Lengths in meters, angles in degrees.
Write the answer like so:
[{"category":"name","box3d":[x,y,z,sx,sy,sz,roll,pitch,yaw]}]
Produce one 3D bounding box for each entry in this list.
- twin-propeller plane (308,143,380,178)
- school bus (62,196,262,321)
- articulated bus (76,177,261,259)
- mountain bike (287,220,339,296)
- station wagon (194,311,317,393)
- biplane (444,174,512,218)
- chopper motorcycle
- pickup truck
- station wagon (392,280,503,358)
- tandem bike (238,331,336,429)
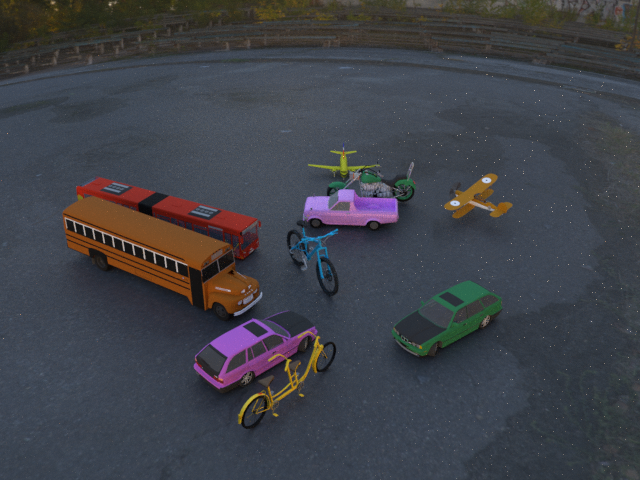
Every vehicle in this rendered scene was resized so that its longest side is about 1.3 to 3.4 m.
[{"category":"twin-propeller plane","box3d":[0.457,-1.507,13.465,1.370,0.407,1.095,0,30,1]},{"category":"school bus","box3d":[-2.300,0.207,10.046,3.322,0.844,0.709,18,34,28]},{"category":"articulated bus","box3d":[-2.516,-0.395,11.378,3.401,0.561,0.605,15,33,24]},{"category":"mountain bike","box3d":[-0.128,0.182,10.065,0.573,0.868,1.469,-16,33,-25]},{"category":"station wagon","box3d":[-0.753,1.262,8.582,1.597,0.473,0.682,-25,38,-37]},{"category":"biplane","box3d":[2.686,-0.641,11.862,1.336,0.504,1.090,-26,39,-37]},{"category":"chopper motorcycle","box3d":[0.901,-0.993,12.217,1.563,0.761,0.466,-1,30,-1]},{"category":"pickup truck","box3d":[0.515,-0.535,11.671,1.603,0.511,0.640,2,30,4]},{"category":"station wagon","box3d":[1.661,0.970,9.091,1.597,0.473,0.682,-21,36,-32]},{"category":"tandem bike","box3d":[-0.337,1.522,7.921,0.283,0.682,1.642,23,37,34]}]
